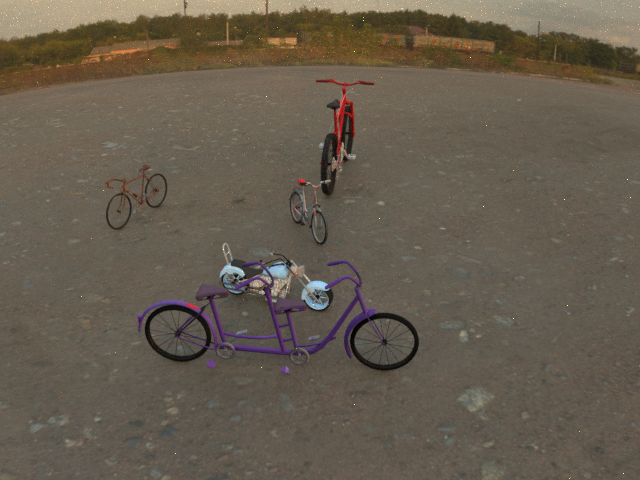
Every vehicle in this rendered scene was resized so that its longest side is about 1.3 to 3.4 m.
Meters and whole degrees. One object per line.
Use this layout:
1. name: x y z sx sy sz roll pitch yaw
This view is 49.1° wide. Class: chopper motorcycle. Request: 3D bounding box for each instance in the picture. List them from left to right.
1. chopper motorcycle: -0.589 0.484 9.158 1.563 0.761 0.466 8 28 16

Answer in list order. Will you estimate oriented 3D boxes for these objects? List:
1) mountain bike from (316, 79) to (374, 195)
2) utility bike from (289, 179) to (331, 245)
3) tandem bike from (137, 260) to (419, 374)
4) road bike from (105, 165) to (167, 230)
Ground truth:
1. mountain bike: 0.362 -2.006 13.055 1.114 1.688 2.857 5 27 11
2. utility bike: -0.152 -0.564 11.026 0.535 0.946 1.435 -12 29 -22
3. tandem bike: -0.487 0.859 7.791 3.192 1.326 0.550 2 27 4
4. road bike: -3.007 -0.763 11.524 0.358 0.852 1.545 12 29 23
